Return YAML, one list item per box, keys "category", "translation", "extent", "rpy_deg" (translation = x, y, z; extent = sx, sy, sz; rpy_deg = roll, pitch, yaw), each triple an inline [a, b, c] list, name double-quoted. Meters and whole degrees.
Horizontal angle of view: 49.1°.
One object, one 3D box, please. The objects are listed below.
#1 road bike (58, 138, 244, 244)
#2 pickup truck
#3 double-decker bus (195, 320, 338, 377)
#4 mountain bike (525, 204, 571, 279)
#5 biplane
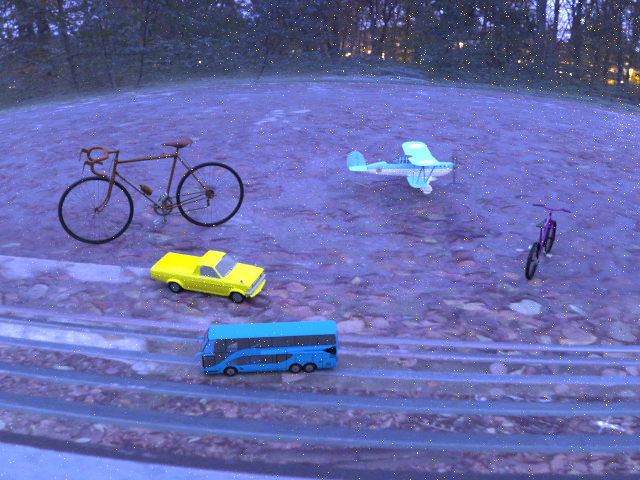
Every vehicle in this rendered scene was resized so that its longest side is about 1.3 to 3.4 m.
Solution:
- category: "road bike"
  translation: [-2.700, -0.836, 11.352]
  extent: [3.004, 1.656, 0.697]
  rpy_deg: [-10, 27, -19]
- category: "pickup truck"
  translation: [-1.597, 0.456, 9.984]
  extent: [1.603, 0.511, 0.640]
  rpy_deg: [8, 27, 16]
- category: "double-decker bus"
  translation: [-0.620, 1.270, 8.251]
  extent: [1.672, 0.541, 0.389]
  rpy_deg: [-2, 26, -4]
- category: "mountain bike"
  translation: [3.356, -0.003, 10.527]
  extent: [0.573, 0.868, 1.469]
  rpy_deg: [15, 29, 28]
- category: "biplane"
  translation: [1.564, -1.386, 13.280]
  extent: [2.120, 0.981, 2.598]
  rpy_deg: [0, 26, 1]
